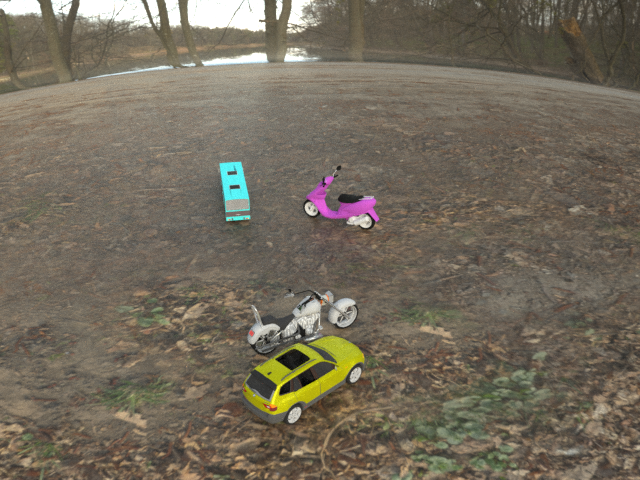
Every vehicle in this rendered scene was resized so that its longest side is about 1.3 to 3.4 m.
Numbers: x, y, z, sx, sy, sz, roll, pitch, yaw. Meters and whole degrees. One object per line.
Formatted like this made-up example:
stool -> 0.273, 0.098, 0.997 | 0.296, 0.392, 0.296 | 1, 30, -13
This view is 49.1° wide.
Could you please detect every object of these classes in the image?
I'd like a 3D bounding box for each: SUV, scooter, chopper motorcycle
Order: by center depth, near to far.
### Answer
SUV -> -0.164, 1.493, 7.959 | 1.572, 0.580, 0.656 | -25, 37, -38
chopper motorcycle -> -0.190, 0.946, 8.787 | 1.563, 0.761, 0.466 | -16, 32, -27
scooter -> 0.336, -0.688, 11.662 | 1.399, 0.919, 0.662 | 14, 31, 24

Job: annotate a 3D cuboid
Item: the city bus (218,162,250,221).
city bus -> -1.528, -0.863, 12.474 | 0.476, 0.460, 1.674 | -5, 29, -9
